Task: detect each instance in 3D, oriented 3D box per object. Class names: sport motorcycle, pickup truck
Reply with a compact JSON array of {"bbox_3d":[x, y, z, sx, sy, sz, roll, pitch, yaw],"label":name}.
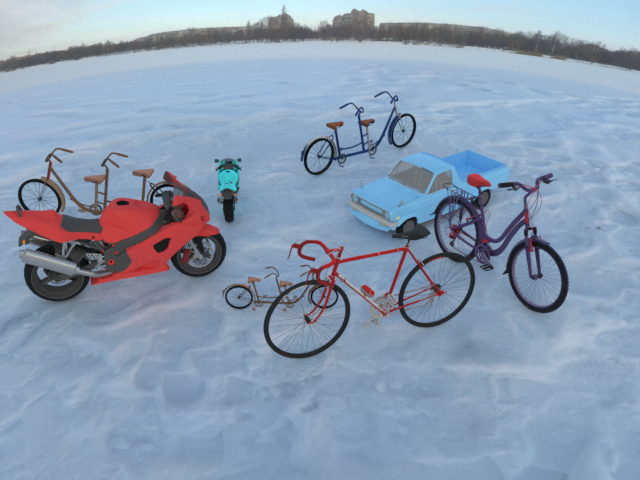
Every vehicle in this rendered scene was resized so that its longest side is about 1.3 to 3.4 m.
[{"bbox_3d":[-2.835,0.007,10.114,2.955,1.596,0.983,-9,30,-16],"label":"sport motorcycle"},{"bbox_3d":[-1.643,-0.941,12.627,0.506,0.821,1.520,-3,29,-5],"label":"sport motorcycle"},{"bbox_3d":[2.013,-1.011,12.576,3.117,0.993,1.244,-20,35,-32],"label":"pickup truck"}]

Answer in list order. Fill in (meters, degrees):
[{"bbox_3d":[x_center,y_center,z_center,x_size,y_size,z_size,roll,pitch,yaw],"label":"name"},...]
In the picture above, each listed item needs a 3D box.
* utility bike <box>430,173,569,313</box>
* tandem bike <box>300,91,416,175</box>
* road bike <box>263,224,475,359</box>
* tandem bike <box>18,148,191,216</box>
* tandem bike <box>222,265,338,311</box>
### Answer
[{"bbox_3d":[2.652,-0.217,10.268,1.039,1.839,2.791,-17,33,-28],"label":"utility bike"},{"bbox_3d":[0.869,-2.253,14.476,3.192,1.326,0.550,-21,35,-33],"label":"tandem bike"},{"bbox_3d":[0.707,0.623,8.940,3.004,1.656,0.697,-11,31,-19],"label":"road bike"},{"bbox_3d":[-3.698,-0.906,12.043,3.192,1.326,0.550,2,29,4],"label":"tandem bike"},{"bbox_3d":[-0.560,0.684,9.835,1.642,0.682,0.283,0,29,0],"label":"tandem bike"}]
